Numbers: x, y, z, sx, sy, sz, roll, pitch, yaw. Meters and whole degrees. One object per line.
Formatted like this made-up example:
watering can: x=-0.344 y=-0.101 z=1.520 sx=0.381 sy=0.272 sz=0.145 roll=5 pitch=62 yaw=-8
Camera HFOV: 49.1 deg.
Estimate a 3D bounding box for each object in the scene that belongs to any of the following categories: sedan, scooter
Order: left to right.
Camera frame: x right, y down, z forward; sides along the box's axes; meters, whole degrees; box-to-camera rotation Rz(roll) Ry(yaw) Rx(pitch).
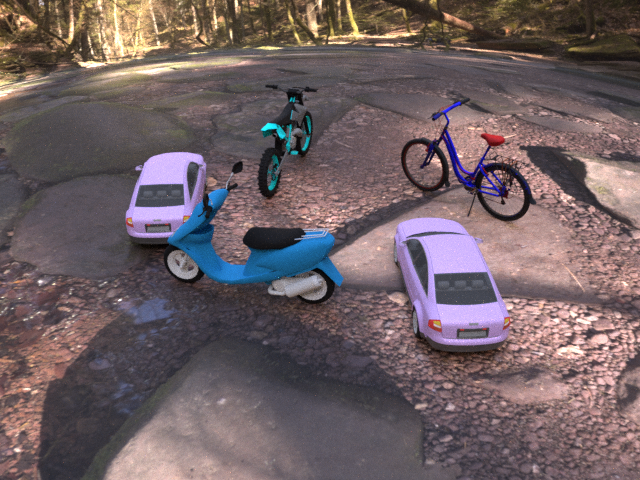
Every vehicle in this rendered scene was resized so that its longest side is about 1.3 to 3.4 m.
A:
sedan: x=-2.628 y=-0.929 z=12.191 sx=1.235 sy=0.940 sz=3.137 roll=-2 pitch=30 yaw=-4
scooter: x=-1.001 y=-0.015 z=9.759 sx=2.721 sy=1.786 sz=1.288 roll=8 pitch=31 yaw=14
sedan: x=1.780 y=0.399 z=9.889 sx=1.235 sy=0.940 sz=3.137 roll=-2 pitch=30 yaw=-3

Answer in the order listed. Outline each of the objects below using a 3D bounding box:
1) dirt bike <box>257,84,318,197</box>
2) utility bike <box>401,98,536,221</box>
dirt bike: x=-0.634 y=-2.039 z=13.387 sx=1.024 sy=1.666 sz=2.903 roll=9 pitch=31 yaw=15
utility bike: x=2.460 y=-1.368 z=12.051 sx=2.791 sy=1.839 sz=1.039 roll=26 pitch=39 yaw=37
